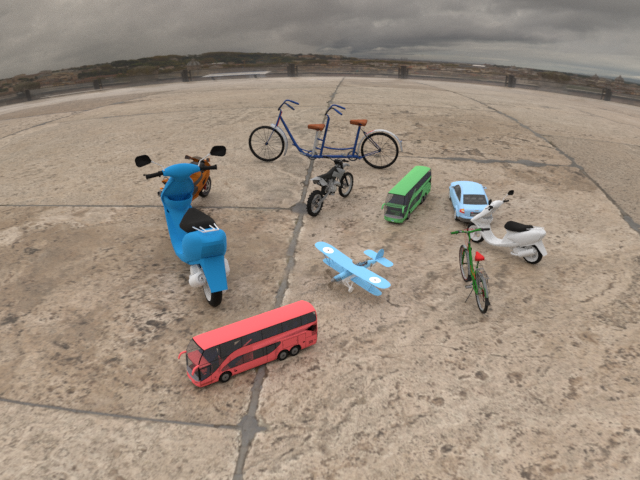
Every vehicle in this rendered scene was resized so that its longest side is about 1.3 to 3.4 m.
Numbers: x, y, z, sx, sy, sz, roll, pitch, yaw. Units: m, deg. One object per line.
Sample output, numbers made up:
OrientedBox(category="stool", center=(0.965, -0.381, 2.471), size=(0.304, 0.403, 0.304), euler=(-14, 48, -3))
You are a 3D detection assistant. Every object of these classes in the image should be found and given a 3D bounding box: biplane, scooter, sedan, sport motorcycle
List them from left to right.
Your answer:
OrientedBox(category="sport motorcycle", center=(-2.319, -0.959, 12.306), size=(0.506, 0.821, 1.520), euler=(9, 27, 18))
OrientedBox(category="scooter", center=(-1.808, -0.313, 9.844), size=(1.288, 1.786, 2.721), euler=(-10, 28, -21))
OrientedBox(category="biplane", center=(0.550, 0.414, 9.811), size=(1.090, 0.504, 1.336), euler=(-23, 34, -40))
OrientedBox(category="sedan", center=(2.625, -0.752, 12.266), size=(0.635, 0.483, 1.613), euler=(1, 26, 3))
OrientedBox(category="scooter", center=(2.842, -0.215, 10.644), size=(0.662, 0.919, 1.399), euler=(-22, 33, -38))

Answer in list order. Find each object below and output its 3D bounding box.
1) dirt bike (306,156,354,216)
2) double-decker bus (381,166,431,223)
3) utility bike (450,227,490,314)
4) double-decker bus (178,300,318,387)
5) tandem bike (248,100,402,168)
OrientedBox(category="dirt bike", center=(0.191, -0.997, 12.344), size=(0.527, 0.857, 1.493), euler=(16, 30, 29))
OrientedBox(category="double-decker bus", center=(1.554, -0.801, 12.300), size=(0.389, 0.541, 1.672), euler=(12, 28, 23))
OrientedBox(category="utility bike", center=(2.032, 0.347, 9.441), size=(0.535, 0.946, 1.435), euler=(-2, 26, -4))
OrientedBox(category="double-decker bus", center=(-0.793, 1.200, 8.131), size=(1.672, 0.541, 0.389), euler=(-16, 30, -30))
OrientedBox(category="tandem bike", center=(0.083, -2.137, 14.178), size=(3.192, 1.326, 0.550), euler=(4, 26, 9))
